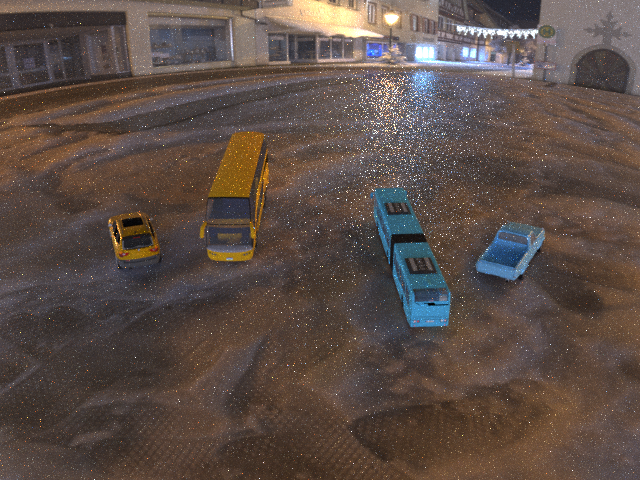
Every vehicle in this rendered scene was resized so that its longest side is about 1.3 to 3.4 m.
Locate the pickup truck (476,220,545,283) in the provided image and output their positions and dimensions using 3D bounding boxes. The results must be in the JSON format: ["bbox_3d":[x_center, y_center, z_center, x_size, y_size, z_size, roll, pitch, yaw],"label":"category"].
[{"bbox_3d":[2.765,0.104,10.060,0.640,0.511,1.603,15,30,27],"label":"pickup truck"}]

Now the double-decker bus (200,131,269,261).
[{"bbox_3d":[-1.271,-0.750,11.164,0.756,1.052,3.251,0,27,0],"label":"double-decker bus"}]

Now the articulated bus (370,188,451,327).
[{"bbox_3d":[1.229,0.117,9.979,0.605,0.561,3.401,-2,27,-3],"label":"articulated bus"}]

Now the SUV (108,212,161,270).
[{"bbox_3d":[-2.768,-0.091,10.373,0.656,0.580,1.572,-9,28,-18],"label":"SUV"}]
